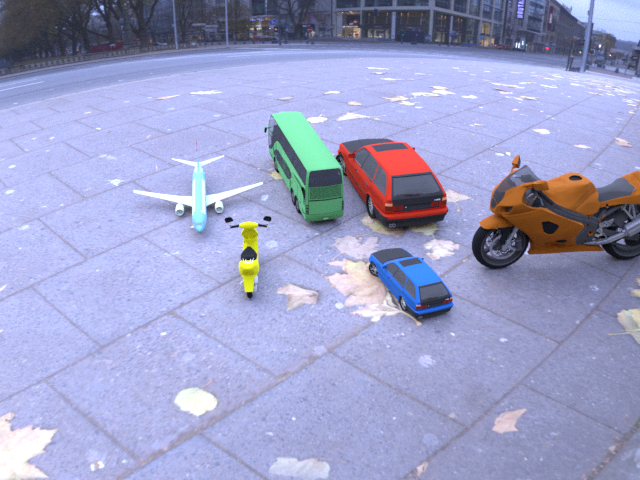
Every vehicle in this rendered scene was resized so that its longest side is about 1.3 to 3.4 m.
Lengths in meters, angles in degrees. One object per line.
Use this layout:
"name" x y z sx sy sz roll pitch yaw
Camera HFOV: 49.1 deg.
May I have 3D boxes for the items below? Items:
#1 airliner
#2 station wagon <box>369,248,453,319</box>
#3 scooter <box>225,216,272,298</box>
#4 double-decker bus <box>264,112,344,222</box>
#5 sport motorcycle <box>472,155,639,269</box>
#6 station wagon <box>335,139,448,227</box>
"airliner" -2.093 -0.955 12.025 2.257 0.835 2.541 -4 30 -8
"station wagon" 1.239 0.491 9.818 0.682 0.473 1.597 -11 31 -18
"scooter" -1.005 0.152 9.967 0.662 0.919 1.399 -2 29 -3
"double-decker bus" -0.326 -1.428 12.646 0.756 1.052 3.251 -8 30 -13
"sport motorcycle" 3.680 -0.367 10.199 2.955 1.596 0.983 -4 30 -7
"station wagon" 1.201 -1.262 12.484 1.327 0.920 3.105 -7 30 -12
